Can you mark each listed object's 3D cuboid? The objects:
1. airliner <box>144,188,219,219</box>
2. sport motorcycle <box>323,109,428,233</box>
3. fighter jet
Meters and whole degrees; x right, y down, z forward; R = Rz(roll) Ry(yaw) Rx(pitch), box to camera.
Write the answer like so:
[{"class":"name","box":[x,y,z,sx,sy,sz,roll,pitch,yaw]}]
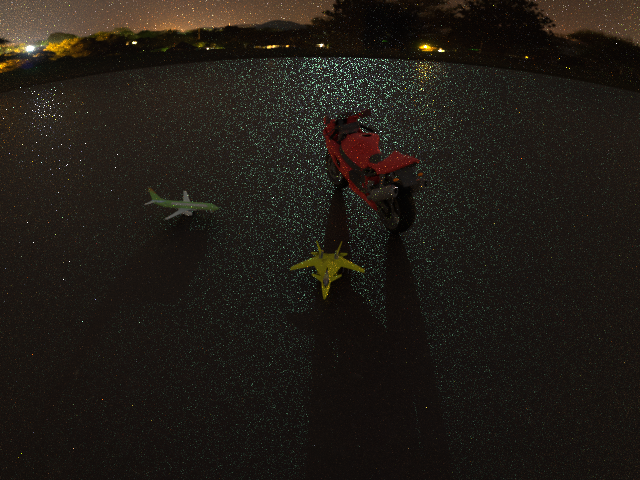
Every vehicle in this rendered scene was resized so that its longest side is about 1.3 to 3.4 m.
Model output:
[{"class":"airliner","box":[-2.477,-0.716,12.661,1.307,0.429,1.161,3,29,6]},{"class":"sport motorcycle","box":[0.846,-1.287,12.485,0.983,1.596,2.955,-14,32,-24]},{"class":"fighter jet","box":[0.108,0.453,10.719,1.147,0.286,1.358,2,29,3]}]
